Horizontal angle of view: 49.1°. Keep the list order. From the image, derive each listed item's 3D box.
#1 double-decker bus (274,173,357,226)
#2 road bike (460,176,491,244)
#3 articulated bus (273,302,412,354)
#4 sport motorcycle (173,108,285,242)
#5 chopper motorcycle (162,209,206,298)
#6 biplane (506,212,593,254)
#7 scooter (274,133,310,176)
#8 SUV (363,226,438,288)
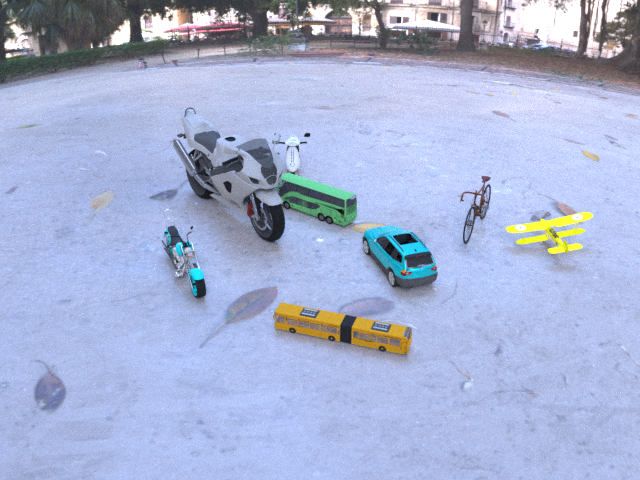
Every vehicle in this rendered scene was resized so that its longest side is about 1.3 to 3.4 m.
[{"bbox_3d":[-0.130,-0.704,11.820,1.672,0.541,0.389,20,34,33],"label":"double-decker bus"},{"bbox_3d":[2.534,-0.545,11.195,0.358,0.852,1.545,13,31,23],"label":"road bike"},{"bbox_3d":[0.263,1.094,8.729,1.749,0.289,0.311,9,30,17],"label":"articulated bus"},{"bbox_3d":[-1.467,-1.113,11.467,0.983,1.596,2.955,-20,34,-32],"label":"sport motorcycle"},{"bbox_3d":[-1.940,0.179,9.939,0.466,0.761,1.563,-13,31,-23],"label":"chopper motorcycle"},{"bbox_3d":[3.535,-0.066,10.669,1.336,0.504,1.090,-3,28,-5],"label":"biplane"},{"bbox_3d":[-0.509,-1.625,13.141,0.662,0.919,1.399,-1,28,-1],"label":"scooter"},{"bbox_3d":[1.149,0.143,10.198,0.656,0.580,1.572,-9,29,-16],"label":"SUV"}]
